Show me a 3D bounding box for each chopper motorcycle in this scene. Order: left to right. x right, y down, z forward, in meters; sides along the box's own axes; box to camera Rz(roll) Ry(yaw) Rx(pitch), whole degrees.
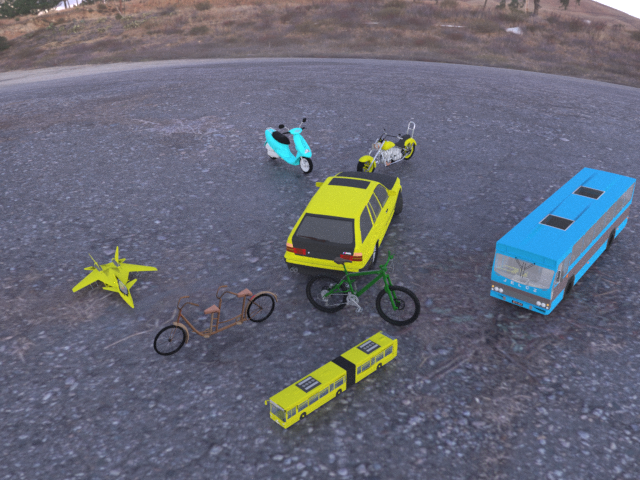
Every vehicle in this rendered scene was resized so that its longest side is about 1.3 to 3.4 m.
[{"bbox_3d":[1.267,-1.700,13.130,1.563,0.761,0.466,-24,36,-38],"label":"chopper motorcycle"}]

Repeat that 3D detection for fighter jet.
[{"bbox_3d":[-2.718,0.516,9.391,1.147,0.286,1.358,-15,31,-27],"label":"fighter jet"}]

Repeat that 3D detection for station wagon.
[{"bbox_3d":[0.457,-0.475,10.608,1.327,0.920,3.105,8,29,14],"label":"station wagon"}]

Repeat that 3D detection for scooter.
[{"bbox_3d":[-0.608,-1.838,13.224,0.662,0.919,1.399,-22,35,-36],"label":"scooter"}]

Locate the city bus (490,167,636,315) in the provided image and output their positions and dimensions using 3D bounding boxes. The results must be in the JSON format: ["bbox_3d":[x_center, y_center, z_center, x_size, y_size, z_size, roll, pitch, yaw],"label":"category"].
[{"bbox_3d":[3.481,-0.059,9.837,0.926,0.894,3.255,20,33,33],"label":"city bus"}]

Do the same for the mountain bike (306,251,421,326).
[{"bbox_3d":[0.518,0.601,8.599,1.469,0.868,0.573,9,29,16],"label":"mountain bike"}]

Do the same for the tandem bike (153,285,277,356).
[{"bbox_3d":[-1.210,0.869,8.286,1.642,0.682,0.283,-18,32,-30],"label":"tandem bike"}]

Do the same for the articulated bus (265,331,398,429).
[{"bbox_3d":[0.177,1.473,7.554,1.749,0.289,0.311,-24,36,-38],"label":"articulated bus"}]
